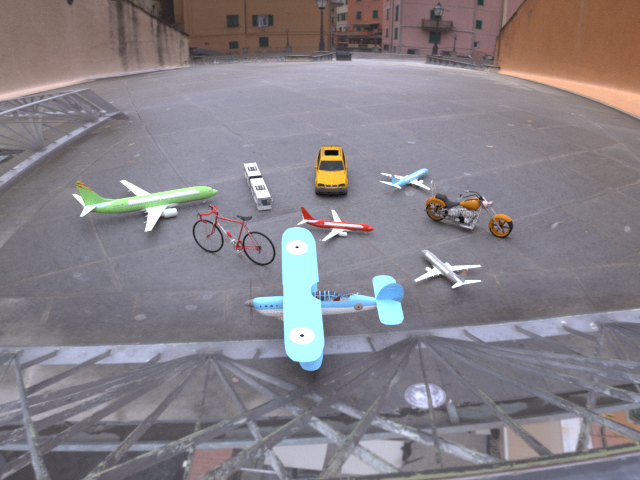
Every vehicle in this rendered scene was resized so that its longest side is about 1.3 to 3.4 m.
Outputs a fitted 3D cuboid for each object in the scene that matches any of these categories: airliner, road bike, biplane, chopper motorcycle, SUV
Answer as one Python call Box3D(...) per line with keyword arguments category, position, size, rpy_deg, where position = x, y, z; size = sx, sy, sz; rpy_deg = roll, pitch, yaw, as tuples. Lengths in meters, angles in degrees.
Box3D(category="airliner", position=(-3.076, -0.865, 12.596), size=(2.541, 0.835, 2.257), rpy_deg=(-12, 31, -21))
Box3D(category="road bike", position=(-1.392, -0.074, 11.142), size=(1.545, 0.852, 0.358), rpy_deg=(13, 31, 22))
Box3D(category="airliner", position=(1.908, 0.360, 10.791), size=(1.161, 0.429, 1.307), rpy_deg=(-11, 31, -20))
Box3D(category="airliner", position=(1.768, -1.291, 13.790), size=(1.161, 0.429, 1.307), rpy_deg=(23, 36, 35))
Box3D(category="biplane", position=(0.060, 0.859, 9.312), size=(2.120, 0.981, 2.598), rpy_deg=(-2, 29, -3))
Box3D(category="chopper motorcycle", position=(2.565, -0.536, 12.074), size=(1.563, 0.761, 0.466), rpy_deg=(15, 32, 25))
Box3D(category="airliner", position=(0.289, -0.336, 12.056), size=(1.307, 0.429, 1.161), rpy_deg=(4, 29, 8))
Box3D(category="SUV", position=(0.223, -1.397, 13.827), size=(0.656, 0.580, 1.572), rpy_deg=(0, 29, 1))

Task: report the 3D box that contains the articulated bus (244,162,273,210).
Box3D(category="articulated bus", position=(-1.219, -1.057, 13.511), size=(0.311, 0.289, 1.749), rpy_deg=(-7, 30, -12))
